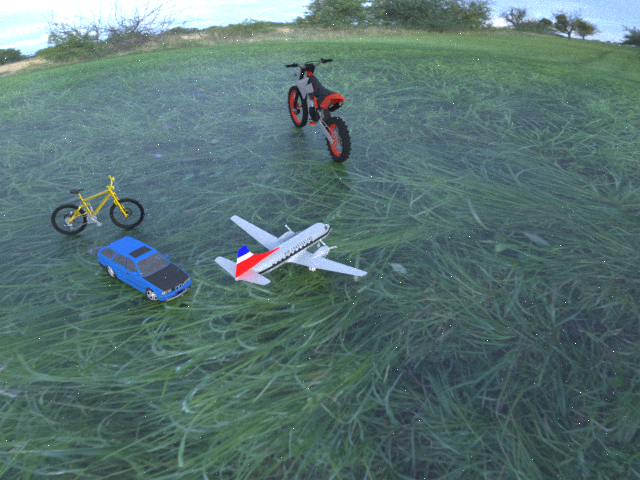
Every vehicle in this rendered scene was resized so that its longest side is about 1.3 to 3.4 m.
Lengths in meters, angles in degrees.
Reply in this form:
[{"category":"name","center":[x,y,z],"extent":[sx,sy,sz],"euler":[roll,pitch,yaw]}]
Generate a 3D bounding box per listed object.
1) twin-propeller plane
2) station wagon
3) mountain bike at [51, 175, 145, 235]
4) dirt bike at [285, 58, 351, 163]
[{"category":"twin-propeller plane","center":[-0.506,0.081,10.434],"extent":[2.663,0.792,2.129],"euler":[23,38,33]},{"category":"station wagon","center":[-2.579,0.381,10.242],"extent":[1.597,0.473,0.682],"euler":[23,38,33]},{"category":"mountain bike","center":[-3.618,-0.513,11.356],"extent":[1.469,0.868,0.573],"euler":[-7,32,-11]},{"category":"dirt bike","center":[-0.081,-2.760,14.343],"extent":[1.024,1.666,2.903],"euler":[-13,33,-21]}]
